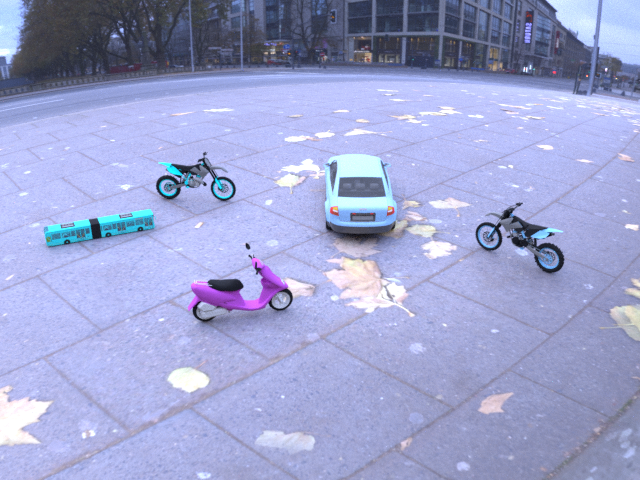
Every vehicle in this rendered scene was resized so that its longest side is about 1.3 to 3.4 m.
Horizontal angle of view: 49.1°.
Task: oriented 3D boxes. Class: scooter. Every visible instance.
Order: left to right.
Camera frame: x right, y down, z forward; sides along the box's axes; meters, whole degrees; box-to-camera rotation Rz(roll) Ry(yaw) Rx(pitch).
[{"bbox_3d":[-1.039,0.596,9.148,1.399,0.919,0.662,-7,27,-14],"label":"scooter"}]

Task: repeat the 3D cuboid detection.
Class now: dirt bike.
[{"bbox_3d":[-2.276,-1.130,12.754,1.493,0.857,0.527,2,26,5],"label":"dirt bike"},{"bbox_3d":[3.011,-0.067,10.575,1.493,0.857,0.527,23,34,39],"label":"dirt bike"}]

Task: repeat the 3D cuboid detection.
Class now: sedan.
[{"bbox_3d":[0.675,-1.011,12.415,1.235,0.940,3.137,0,26,0],"label":"sedan"}]

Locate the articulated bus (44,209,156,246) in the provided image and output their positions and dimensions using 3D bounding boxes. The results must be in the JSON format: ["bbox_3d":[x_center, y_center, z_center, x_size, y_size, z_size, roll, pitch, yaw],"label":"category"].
[{"bbox_3d":[-3.597,-0.207,11.511,1.749,0.289,0.311,-11,28,-22],"label":"articulated bus"}]
